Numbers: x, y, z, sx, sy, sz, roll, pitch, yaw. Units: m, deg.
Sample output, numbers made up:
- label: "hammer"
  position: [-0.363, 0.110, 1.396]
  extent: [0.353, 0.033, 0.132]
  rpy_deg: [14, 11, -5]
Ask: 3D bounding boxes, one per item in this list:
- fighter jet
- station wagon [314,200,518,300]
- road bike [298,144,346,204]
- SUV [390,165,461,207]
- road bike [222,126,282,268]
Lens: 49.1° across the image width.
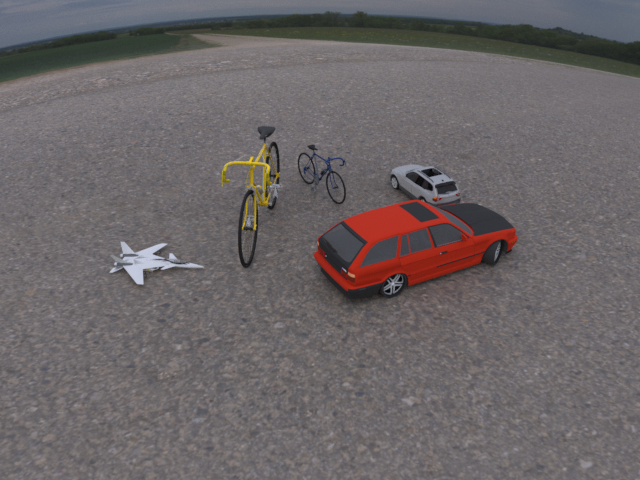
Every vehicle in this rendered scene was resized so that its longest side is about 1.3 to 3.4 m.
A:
- label: "fighter jet"
  position: [-2.399, 0.289, 10.448]
  extent: [1.358, 0.286, 1.147]
  rpy_deg: [3, 31, 6]
- label: "station wagon"
  position: [1.494, -0.043, 10.388]
  extent: [3.105, 0.920, 1.327]
  rpy_deg: [-15, 34, -24]
- label: "road bike"
  position: [0.014, -1.222, 12.456]
  extent: [0.358, 0.852, 1.545]
  rpy_deg: [-18, 35, -28]
- label: "SUV"
  position: [1.849, -1.016, 12.375]
  extent: [0.656, 0.580, 1.572]
  rpy_deg: [-13, 33, -22]
- label: "road bike"
  position: [-0.935, -0.843, 11.022]
  extent: [0.696, 1.656, 3.004]
  rpy_deg: [4, 31, 7]
